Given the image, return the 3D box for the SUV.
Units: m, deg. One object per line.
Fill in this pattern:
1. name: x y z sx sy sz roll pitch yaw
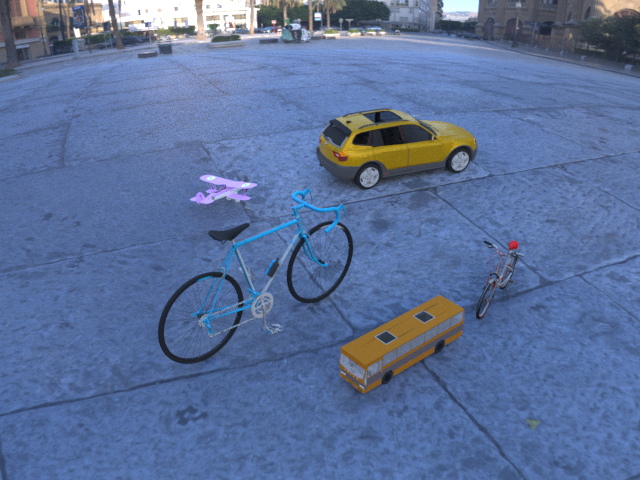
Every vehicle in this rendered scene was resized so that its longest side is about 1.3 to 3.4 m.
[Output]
1. SUV: 1.456 -1.822 12.984 3.058 1.128 1.276 -12 31 -20

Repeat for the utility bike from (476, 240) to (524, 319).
1. utility bike: 2.405 0.418 9.140 0.535 0.946 1.435 17 33 28

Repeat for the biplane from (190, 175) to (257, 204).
1. biplane: -1.671 -0.806 11.799 1.336 0.504 1.090 23 36 35

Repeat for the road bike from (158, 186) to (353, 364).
1. road bike: -0.667 0.382 8.473 3.004 1.656 0.696 -24 37 -36

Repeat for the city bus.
1. city bus: 0.984 1.209 8.217 1.674 0.460 0.476 -22 36 -34
